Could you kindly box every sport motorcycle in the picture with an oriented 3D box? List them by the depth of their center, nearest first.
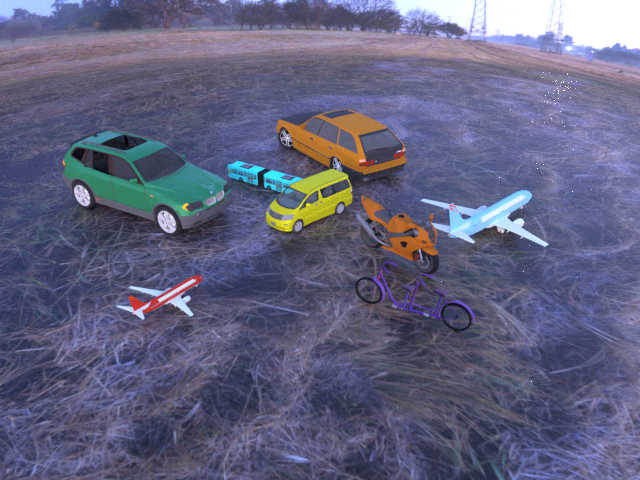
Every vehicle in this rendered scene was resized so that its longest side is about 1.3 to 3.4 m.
[{"bbox_3d":[1.138,-0.084,10.151,0.506,0.821,1.520,-23,36,-36],"label":"sport motorcycle"}]

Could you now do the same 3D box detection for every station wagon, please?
[{"bbox_3d":[0.322,-2.054,13.686,1.327,0.920,3.105,-18,33,-30],"label":"station wagon"}]

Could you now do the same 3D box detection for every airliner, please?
[{"bbox_3d":[-2.002,0.652,9.202,1.161,0.429,1.307,19,34,31],"label":"airliner"},{"bbox_3d":[2.704,-0.556,11.008,2.257,0.835,2.541,25,37,38],"label":"airliner"}]

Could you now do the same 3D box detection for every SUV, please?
[{"bbox_3d":[-2.915,-1.049,11.612,3.058,1.128,1.276,16,32,27],"label":"SUV"}]

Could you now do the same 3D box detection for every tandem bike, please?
[{"bbox_3d":[1.181,0.692,8.863,1.642,0.682,0.283,15,32,26],"label":"tandem bike"}]

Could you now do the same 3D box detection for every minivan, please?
[{"bbox_3d":[-0.174,-0.653,11.418,1.548,0.616,0.681,-24,37,-37],"label":"minivan"}]

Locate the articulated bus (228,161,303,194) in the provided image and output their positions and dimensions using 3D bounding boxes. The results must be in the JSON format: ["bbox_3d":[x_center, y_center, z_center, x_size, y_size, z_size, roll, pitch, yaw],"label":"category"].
[{"bbox_3d":[-0.912,-1.091,12.572,1.749,0.289,0.311,18,33,29],"label":"articulated bus"}]
